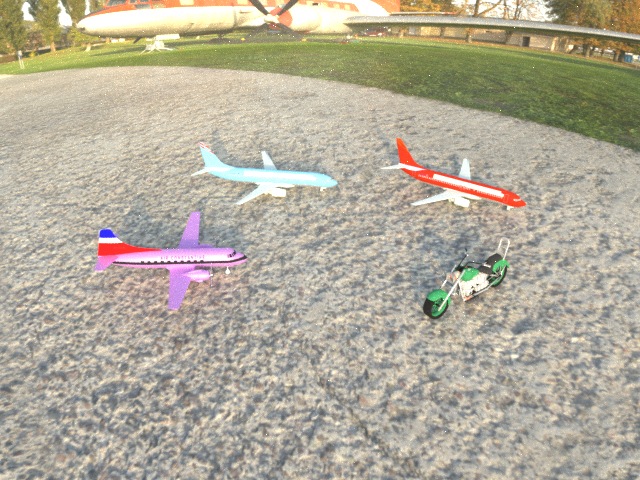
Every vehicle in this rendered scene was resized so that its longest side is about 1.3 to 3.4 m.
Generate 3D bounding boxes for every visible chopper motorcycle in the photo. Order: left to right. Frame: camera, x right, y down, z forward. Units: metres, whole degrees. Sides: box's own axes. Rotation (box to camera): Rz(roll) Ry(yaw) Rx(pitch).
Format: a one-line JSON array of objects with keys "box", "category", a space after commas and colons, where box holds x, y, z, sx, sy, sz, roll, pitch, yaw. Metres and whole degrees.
[{"box": [2.006, 0.509, 9.466, 1.563, 0.761, 0.466, -21, 36, -32], "category": "chopper motorcycle"}]

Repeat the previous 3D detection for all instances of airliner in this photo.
[{"box": [-0.948, -1.301, 12.510, 2.541, 0.835, 2.257, 4, 30, 6], "category": "airliner"}, {"box": [2.399, -1.144, 12.240, 2.541, 0.835, 2.257, 18, 35, 28], "category": "airliner"}]

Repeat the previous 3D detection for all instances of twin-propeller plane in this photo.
[{"box": [-2.110, 0.170, 10.018, 2.129, 0.792, 2.663, -1, 30, -2], "category": "twin-propeller plane"}]
